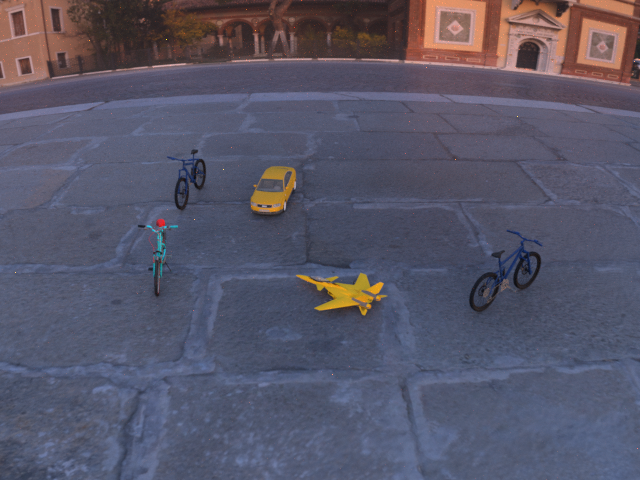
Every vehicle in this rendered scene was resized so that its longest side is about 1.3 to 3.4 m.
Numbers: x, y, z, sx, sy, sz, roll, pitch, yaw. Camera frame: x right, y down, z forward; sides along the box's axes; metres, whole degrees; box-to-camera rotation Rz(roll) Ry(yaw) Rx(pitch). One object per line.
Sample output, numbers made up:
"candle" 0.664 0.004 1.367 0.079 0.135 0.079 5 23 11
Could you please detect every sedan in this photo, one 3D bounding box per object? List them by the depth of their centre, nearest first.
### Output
"sedan" -0.819 -0.944 12.441 0.635 0.483 1.613 4 28 8

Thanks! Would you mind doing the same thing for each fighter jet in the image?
"fighter jet" 0.206 0.610 9.669 1.358 0.286 1.147 18 33 31

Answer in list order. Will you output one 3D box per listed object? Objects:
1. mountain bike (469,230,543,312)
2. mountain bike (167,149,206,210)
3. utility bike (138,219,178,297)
"mountain bike" 2.529 0.417 9.409 1.469 0.868 0.573 -20 34 -33
"mountain bike" -2.302 -1.145 12.410 0.573 0.868 1.469 5 28 10
"utility bike" -2.231 0.121 9.895 0.535 0.946 1.435 -3 28 -7
